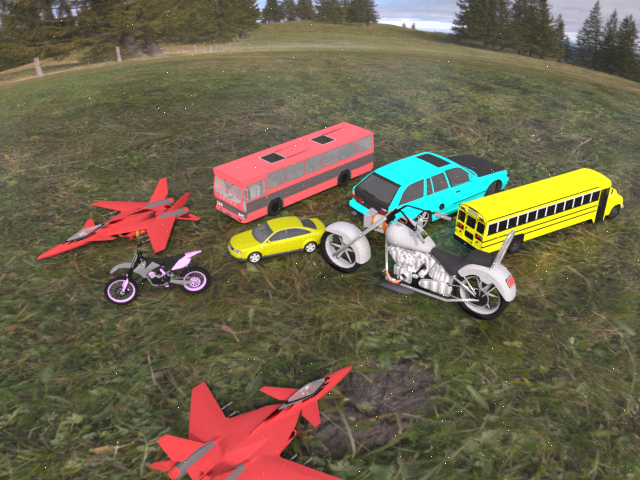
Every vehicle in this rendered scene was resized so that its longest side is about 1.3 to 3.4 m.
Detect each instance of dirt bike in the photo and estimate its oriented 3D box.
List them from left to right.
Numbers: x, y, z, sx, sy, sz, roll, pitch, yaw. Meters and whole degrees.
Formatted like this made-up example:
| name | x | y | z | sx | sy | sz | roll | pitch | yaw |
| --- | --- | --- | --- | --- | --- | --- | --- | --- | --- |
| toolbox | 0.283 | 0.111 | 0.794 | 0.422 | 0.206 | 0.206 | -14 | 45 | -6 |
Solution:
| name | x | y | z | sx | sy | sz | roll | pitch | yaw |
| --- | --- | --- | --- | --- | --- | --- | --- | --- | --- |
| dirt bike | -2.308 | 0.486 | 9.899 | 1.493 | 0.857 | 0.527 | -8 | 31 | -14 |

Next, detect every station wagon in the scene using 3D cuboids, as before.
| name | x | y | z | sx | sy | sz | roll | pitch | yaw |
| --- | --- | --- | --- | --- | --- | --- | --- | --- | --- |
| station wagon | 2.023 | -1.023 | 12.436 | 3.105 | 0.920 | 1.327 | -21 | 36 | -32 |

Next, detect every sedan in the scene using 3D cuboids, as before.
| name | x | y | z | sx | sy | sz | roll | pitch | yaw |
| --- | --- | --- | --- | --- | --- | --- | --- | --- | --- |
| sedan | -0.675 | -0.061 | 11.213 | 1.613 | 0.483 | 0.635 | -11 | 32 | -18 |

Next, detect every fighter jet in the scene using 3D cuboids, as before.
| name | x | y | z | sx | sy | sz | roll | pitch | yaw |
| --- | --- | --- | --- | --- | --- | --- | --- | --- | --- |
| fighter jet | -3.412 | -0.295 | 11.544 | 2.640 | 0.557 | 2.229 | -24 | 38 | -35 |
| fighter jet | -0.490 | 1.910 | 7.746 | 2.229 | 0.557 | 2.640 | 24 | 38 | 35 |

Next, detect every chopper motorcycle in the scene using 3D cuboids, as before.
| name | x | y | z | sx | sy | sz | roll | pitch | yaw |
| --- | --- | --- | --- | --- | --- | --- | --- | --- | --- |
| chopper motorcycle | 1.314 | 0.134 | 9.885 | 3.040 | 1.480 | 0.906 | 19 | 35 | 30 |

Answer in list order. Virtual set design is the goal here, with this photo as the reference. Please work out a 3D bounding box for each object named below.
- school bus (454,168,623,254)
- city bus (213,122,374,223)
| name | x | y | z | sx | sy | sz | roll | pitch | yaw |
| --- | --- | --- | --- | --- | --- | --- | --- | --- | --- |
| school bus | 3.759 | -0.522 | 11.649 | 3.322 | 0.844 | 0.709 | -16 | 34 | -25 |
| city bus | -0.400 | -1.264 | 12.877 | 3.255 | 0.894 | 0.926 | -26 | 39 | -37 |
